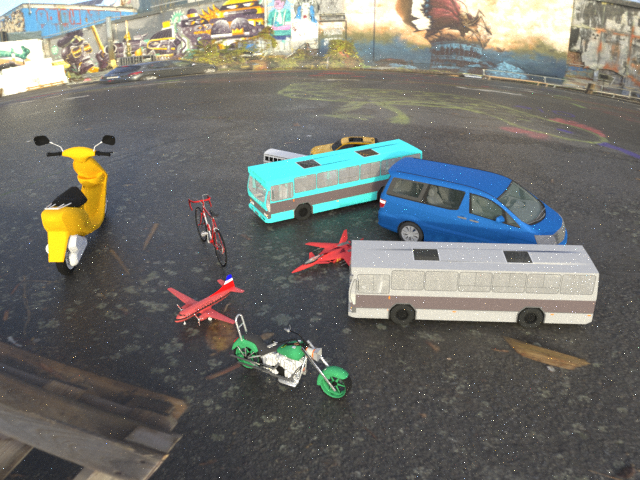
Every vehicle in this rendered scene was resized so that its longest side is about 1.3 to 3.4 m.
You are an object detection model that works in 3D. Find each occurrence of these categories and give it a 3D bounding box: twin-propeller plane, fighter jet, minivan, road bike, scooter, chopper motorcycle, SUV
[{"bbox_3d":[-1.587,0.835,9.710,1.370,0.407,1.095,21,34,35],"label":"twin-propeller plane"},{"bbox_3d":[0.078,0.220,11.040,1.358,0.286,1.147,-22,34,-36],"label":"fighter jet"},{"bbox_3d":[2.487,-0.471,11.389,3.011,1.197,1.324,14,30,26],"label":"minivan"},{"bbox_3d":[-1.762,-0.178,11.196,0.358,0.852,1.545,-13,30,-23],"label":"road bike"},{"bbox_3d":[-3.886,-0.716,11.220,1.288,1.786,2.721,-1,27,-1],"label":"scooter"},{"bbox_3d":[-0.356,1.376,8.267,1.563,0.761,0.466,13,30,23],"label":"chopper motorcycle"},{"bbox_3d":[0.564,-1.860,14.770,1.572,0.580,0.656,0,27,1],"label":"SUV"}]

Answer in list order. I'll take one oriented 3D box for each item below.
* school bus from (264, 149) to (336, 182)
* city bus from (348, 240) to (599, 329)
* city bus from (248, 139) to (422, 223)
[{"bbox_3d":[-0.347,-1.488,14.205,1.708,0.434,0.365,15,31,26],"label":"school bus"},{"bbox_3d":[2.024,0.606,9.623,3.255,0.894,0.926,1,27,3],"label":"city bus"},{"bbox_3d":[0.319,-1.087,12.920,3.255,0.894,0.926,-14,30,-25],"label":"city bus"}]
